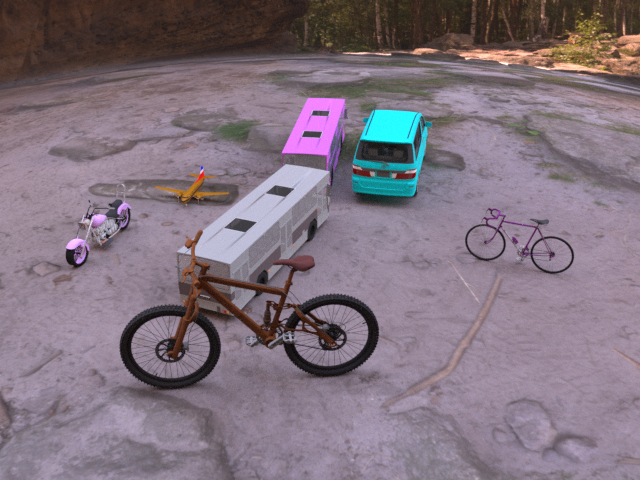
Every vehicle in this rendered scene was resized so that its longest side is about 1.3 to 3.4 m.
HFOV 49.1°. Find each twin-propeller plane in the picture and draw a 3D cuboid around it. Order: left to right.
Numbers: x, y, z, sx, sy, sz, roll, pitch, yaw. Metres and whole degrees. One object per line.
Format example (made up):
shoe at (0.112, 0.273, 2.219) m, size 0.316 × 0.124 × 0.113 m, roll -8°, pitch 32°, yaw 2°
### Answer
twin-propeller plane at (-2.226, -0.946, 12.327) m, size 1.370 × 0.407 × 1.095 m, roll 6°, pitch 29°, yaw 10°

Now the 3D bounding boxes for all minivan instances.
minivan at (1.363, -1.784, 13.052) m, size 1.324 × 1.197 × 3.011 m, roll 6°, pitch 29°, yaw 10°

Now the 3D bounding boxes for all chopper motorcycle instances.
chopper motorcycle at (-3.366, -0.241, 10.642) m, size 0.466 × 0.761 × 1.563 m, roll 9°, pitch 30°, yaw 16°

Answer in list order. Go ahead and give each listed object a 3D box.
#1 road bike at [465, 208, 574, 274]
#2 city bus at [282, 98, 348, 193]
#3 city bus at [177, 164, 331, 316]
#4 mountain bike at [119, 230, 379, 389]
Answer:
road bike at (2.867, 0.014, 10.074) m, size 1.545 × 0.852 × 0.358 m, roll 12°, pitch 30°, yaw 20°
city bus at (-0.063, -1.813, 13.425) m, size 0.926 × 0.894 × 3.255 m, roll 3°, pitch 28°, yaw 6°
city bus at (-0.829, -0.082, 10.206) m, size 0.926 × 0.894 × 3.255 m, roll 11°, pitch 30°, yaw 20°
mountain bike at (-0.754, 0.862, 7.614) m, size 2.857 × 1.688 × 1.114 m, roll -3°, pitch 28°, yaw -6°
